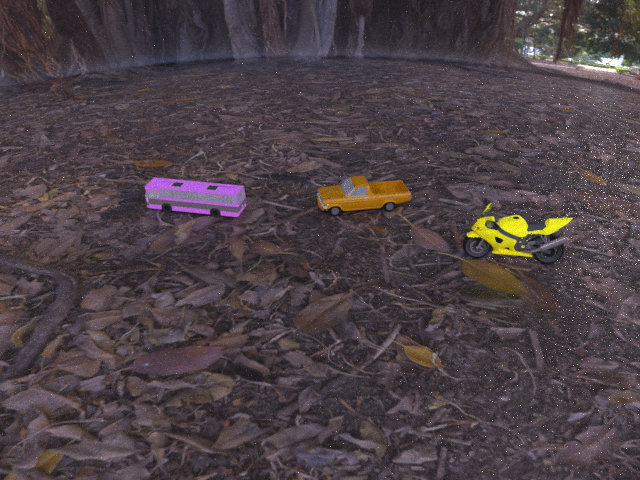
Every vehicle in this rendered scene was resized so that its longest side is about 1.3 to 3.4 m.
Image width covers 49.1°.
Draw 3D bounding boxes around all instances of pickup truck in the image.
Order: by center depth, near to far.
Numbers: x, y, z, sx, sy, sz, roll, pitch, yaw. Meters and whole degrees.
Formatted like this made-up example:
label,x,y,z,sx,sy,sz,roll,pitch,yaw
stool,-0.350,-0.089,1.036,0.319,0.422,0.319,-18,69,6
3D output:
label,x,y,z,sx,sy,sz,roll,pitch,yaw
pickup truck,0.757,-0.812,12.158,1.603,0.511,0.640,-5,29,-9

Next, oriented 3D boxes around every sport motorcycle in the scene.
label,x,y,z,sx,sy,sz,roll,pitch,yaw
sport motorcycle,2.918,-0.057,10.443,1.520,0.821,0.506,4,29,7

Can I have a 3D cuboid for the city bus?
label,x,y,z,sx,sy,sz,roll,pitch,yaw
city bus,-2.138,-0.718,12.039,1.674,0.460,0.476,6,29,11
